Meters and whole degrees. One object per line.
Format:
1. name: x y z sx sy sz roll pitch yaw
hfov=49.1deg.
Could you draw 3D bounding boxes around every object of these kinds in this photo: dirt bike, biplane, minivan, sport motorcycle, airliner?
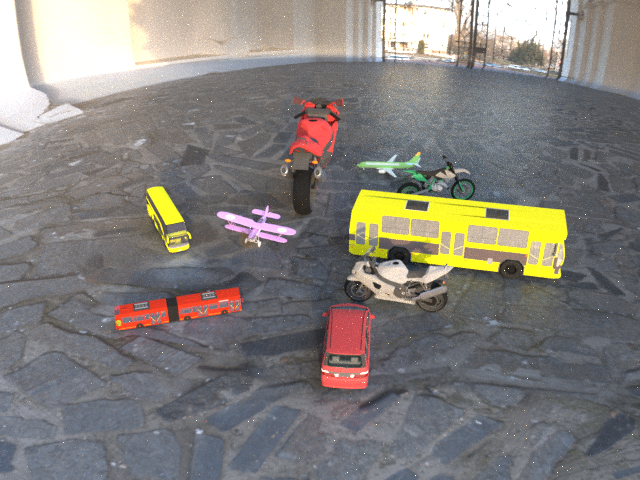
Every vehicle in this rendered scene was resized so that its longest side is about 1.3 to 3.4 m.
1. dirt bike: 2.143 -1.056 12.829 1.493 0.857 0.527 -4 29 -7
2. biplane: -1.008 -0.229 11.706 1.336 0.504 1.090 6 30 11
3. minivan: 0.350 1.238 8.957 0.681 0.616 1.548 2 29 4
4. sport motorcycle: 1.090 0.592 9.906 1.520 0.821 0.506 7 30 12
5. airliner: 1.404 -1.611 14.264 1.307 0.429 1.161 3 29 5
6. sport motorcycle: -0.137 -1.665 13.163 0.983 1.596 2.955 4 29 7

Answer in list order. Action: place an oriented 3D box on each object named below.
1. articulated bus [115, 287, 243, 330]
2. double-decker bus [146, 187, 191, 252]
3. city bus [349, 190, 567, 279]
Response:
1. articulated bus: -1.962 0.959 9.794 1.749 0.289 0.311 -8 30 -14
2. double-decker bus: -2.600 -0.351 11.887 0.389 0.541 1.672 -13 31 -21
3. city bus: 2.130 -0.078 11.034 3.255 0.894 0.926 7 30 12
